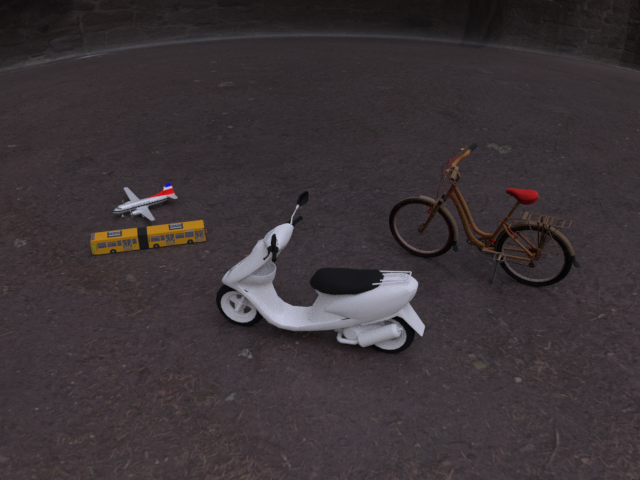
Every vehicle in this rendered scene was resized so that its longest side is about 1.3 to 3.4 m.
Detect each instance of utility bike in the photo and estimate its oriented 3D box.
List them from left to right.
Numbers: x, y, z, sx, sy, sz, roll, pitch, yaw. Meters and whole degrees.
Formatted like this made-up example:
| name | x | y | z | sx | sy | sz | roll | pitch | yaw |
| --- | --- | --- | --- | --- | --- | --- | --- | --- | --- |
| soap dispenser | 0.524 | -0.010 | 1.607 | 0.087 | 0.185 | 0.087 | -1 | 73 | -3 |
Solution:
| name | x | y | z | sx | sy | sz | roll | pitch | yaw |
| --- | --- | --- | --- | --- | --- | --- | --- | --- | --- |
| utility bike | 2.237 | -0.257 | 9.745 | 2.791 | 1.839 | 1.039 | 15 | 34 | 23 |

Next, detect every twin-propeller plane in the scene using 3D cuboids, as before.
| name | x | y | z | sx | sy | sz | roll | pitch | yaw |
| --- | --- | --- | --- | --- | --- | --- | --- | --- | --- |
| twin-propeller plane | -2.970 | -0.671 | 11.802 | 1.095 | 0.407 | 1.370 | -18 | 36 | -27 |

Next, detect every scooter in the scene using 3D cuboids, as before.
| name | x | y | z | sx | sy | sz | roll | pitch | yaw |
| --- | --- | --- | --- | --- | --- | --- | --- | --- | --- |
| scooter | -0.048 | 0.499 | 8.554 | 2.721 | 1.786 | 1.288 | 9 | 32 | 14 |

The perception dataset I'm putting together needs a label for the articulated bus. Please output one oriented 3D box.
| name | x | y | z | sx | sy | sz | roll | pitch | yaw |
| --- | --- | --- | --- | --- | --- | --- | --- | --- | --- |
| articulated bus | -2.648 | -0.042 | 10.883 | 1.749 | 0.289 | 0.311 | -7 | 32 | -12 |
